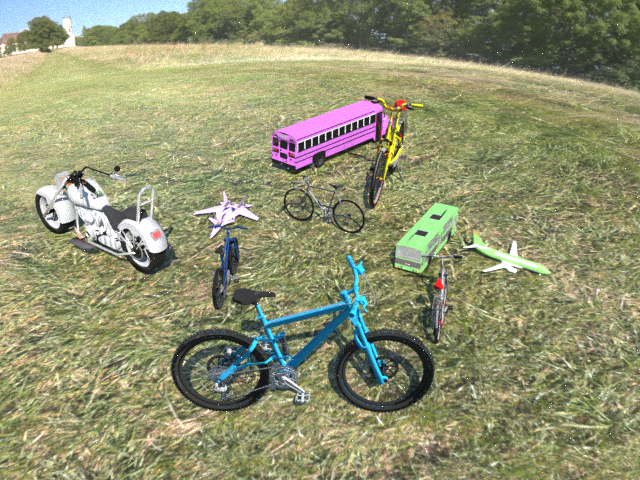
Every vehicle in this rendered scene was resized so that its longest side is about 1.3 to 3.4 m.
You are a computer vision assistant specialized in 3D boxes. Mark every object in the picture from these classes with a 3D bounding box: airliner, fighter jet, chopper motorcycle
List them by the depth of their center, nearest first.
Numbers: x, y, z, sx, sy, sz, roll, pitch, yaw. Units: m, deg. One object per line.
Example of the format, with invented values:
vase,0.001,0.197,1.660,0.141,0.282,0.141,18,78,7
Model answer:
airliner,2.870,0.197,10.598,1.307,0.429,1.161,19,34,32
chopper motorcycle,-3.464,-0.486,10.762,3.040,1.480,0.906,20,34,33
fighter jet,-1.636,-0.424,11.910,1.147,0.286,1.358,6,29,10

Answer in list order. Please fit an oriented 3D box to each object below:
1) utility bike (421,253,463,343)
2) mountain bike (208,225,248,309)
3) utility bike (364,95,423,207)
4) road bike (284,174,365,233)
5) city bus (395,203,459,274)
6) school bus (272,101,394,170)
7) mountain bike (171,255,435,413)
utility bike,1.542,0.677,9.156,0.535,0.946,1.435,7,29,12
mountain bike,-1.333,0.317,9.911,0.573,0.868,1.469,3,28,5
utility bike,1.377,-1.812,12.858,1.039,1.839,2.791,8,29,14
road bike,0.055,-0.607,11.654,1.545,0.852,0.358,15,31,25
city bus,1.698,-0.034,10.998,0.476,0.460,1.674,14,31,25
school bus,0.381,-2.265,14.759,0.709,0.844,3.322,23,36,36
mountain bike,-0.188,1.167,7.453,2.857,1.688,1.114,0,28,0
